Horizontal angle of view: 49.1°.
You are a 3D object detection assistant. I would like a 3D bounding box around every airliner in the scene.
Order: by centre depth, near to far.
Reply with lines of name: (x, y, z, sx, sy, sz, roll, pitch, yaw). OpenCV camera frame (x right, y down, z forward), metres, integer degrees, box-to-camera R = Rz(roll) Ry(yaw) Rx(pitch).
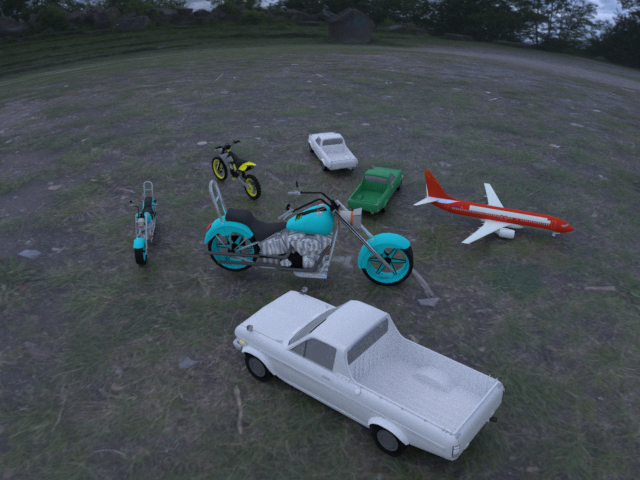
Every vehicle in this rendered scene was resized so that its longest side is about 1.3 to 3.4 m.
airliner: (2.885, -0.592, 11.501, 2.541, 0.835, 2.257, 10, 32, 17)

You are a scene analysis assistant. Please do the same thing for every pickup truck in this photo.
pickup truck: (0.460, 1.370, 7.960, 3.117, 0.993, 1.244, 22, 36, 32)
pickup truck: (1.000, -0.938, 12.420, 0.640, 0.511, 1.603, 11, 32, 18)
pickup truck: (0.238, -1.810, 13.924, 0.640, 0.511, 1.603, -8, 31, -14)

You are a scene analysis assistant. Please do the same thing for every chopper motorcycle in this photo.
chopper motorcycle: (-0.171, -0.094, 10.000, 3.040, 1.480, 0.906, 3, 30, 6)
chopper motorcycle: (-2.768, -0.282, 11.041, 0.466, 0.761, 1.563, -2, 30, -4)

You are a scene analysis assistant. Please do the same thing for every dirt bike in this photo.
dirt bike: (-1.553, -1.305, 12.709, 0.527, 0.857, 1.493, -24, 38, -35)
